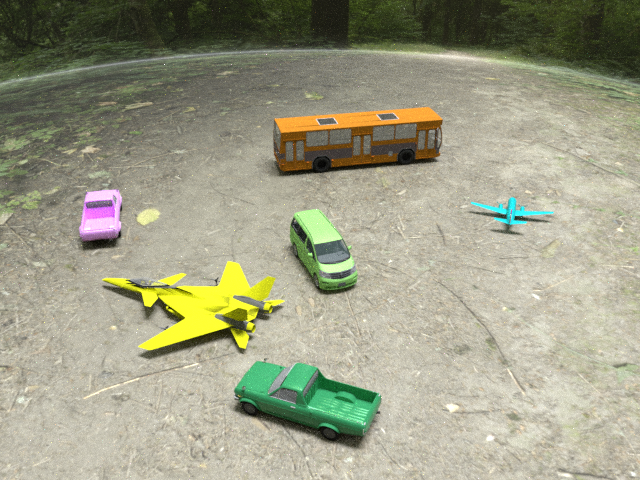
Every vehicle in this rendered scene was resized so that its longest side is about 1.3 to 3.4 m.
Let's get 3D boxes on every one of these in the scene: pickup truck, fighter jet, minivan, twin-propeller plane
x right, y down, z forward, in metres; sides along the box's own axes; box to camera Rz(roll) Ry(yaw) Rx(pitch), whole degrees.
[{"bbox_3d":[-3.609,-0.453,11.540,0.640,0.511,1.603,-6,30,-11],"label":"pickup truck"},{"bbox_3d":[-1.911,0.673,9.495,2.640,0.557,2.229,12,32,20],"label":"fighter jet"},{"bbox_3d":[0.038,0.130,10.399,0.681,0.616,1.548,-10,31,-18],"label":"minivan"},{"bbox_3d":[-0.147,1.704,7.713,1.603,0.511,0.640,12,31,20],"label":"pickup truck"},{"bbox_3d":[3.226,-0.530,11.782,1.370,0.407,1.095,8,30,14],"label":"twin-propeller plane"}]

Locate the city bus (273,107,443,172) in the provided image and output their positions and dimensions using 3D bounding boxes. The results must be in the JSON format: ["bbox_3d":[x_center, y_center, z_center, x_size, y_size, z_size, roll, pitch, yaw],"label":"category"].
[{"bbox_3d":[0.743,-1.966,13.832,3.255,0.894,0.926,-6,30,-11],"label":"city bus"}]
